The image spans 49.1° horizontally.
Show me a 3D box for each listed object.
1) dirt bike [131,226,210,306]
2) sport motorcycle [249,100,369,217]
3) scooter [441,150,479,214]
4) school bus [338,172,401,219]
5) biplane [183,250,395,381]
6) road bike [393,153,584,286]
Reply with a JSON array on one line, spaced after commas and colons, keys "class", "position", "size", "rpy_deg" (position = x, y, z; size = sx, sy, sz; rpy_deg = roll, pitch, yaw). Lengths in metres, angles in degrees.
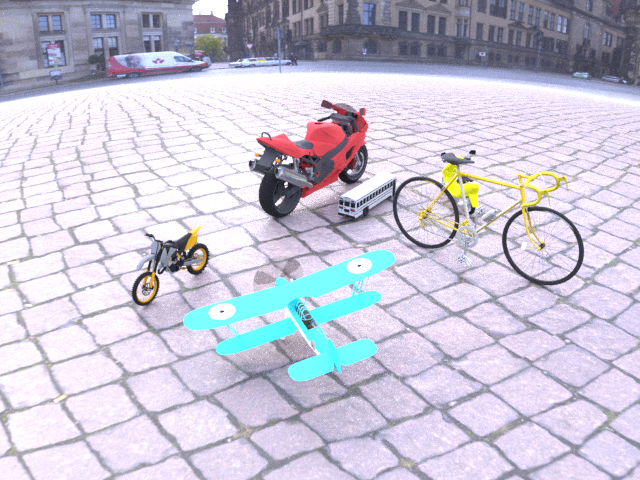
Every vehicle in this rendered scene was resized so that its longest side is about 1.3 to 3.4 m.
[{"class": "dirt bike", "position": [-2.024, 0.288, 9.564], "size": [0.527, 0.857, 1.493], "rpy_deg": [15, 30, 29]}, {"class": "sport motorcycle", "position": [-0.054, -1.466, 12.340], "size": [0.983, 1.596, 2.955], "rpy_deg": [19, 32, 35]}, {"class": "scooter", "position": [2.460, -1.070, 12.300], "size": [0.662, 0.919, 1.399], "rpy_deg": [-6, 26, -13]}, {"class": "school bus", "position": [0.916, -0.817, 12.334], "size": [0.365, 0.434, 1.708], "rpy_deg": [16, 30, 30]}, {"class": "biplane", "position": [-0.205, 0.943, 8.069], "size": [2.598, 0.981, 2.120], "rpy_deg": [-10, 27, -19]}, {"class": "road bike", "position": [2.322, -0.384, 10.036], "size": [3.004, 1.656, 0.696], "rpy_deg": [19, 32, 34]}]
